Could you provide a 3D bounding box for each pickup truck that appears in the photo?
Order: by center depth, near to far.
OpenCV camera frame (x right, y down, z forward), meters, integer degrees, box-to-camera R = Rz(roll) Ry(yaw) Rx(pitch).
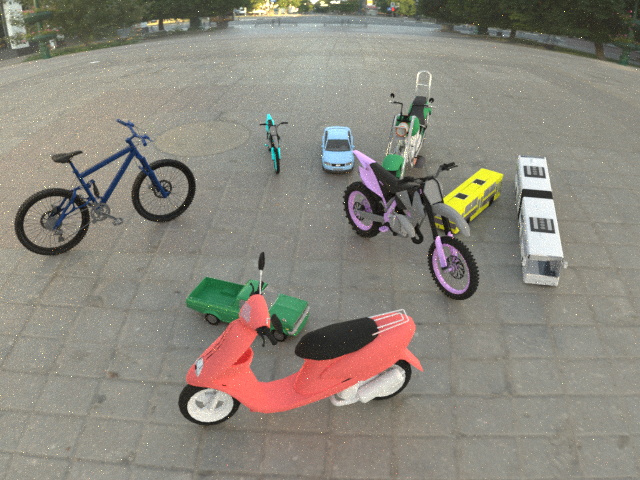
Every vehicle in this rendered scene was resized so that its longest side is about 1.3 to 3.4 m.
[{"bbox_3d":[-0.953,0.831,9.217,1.603,0.511,0.640,11,34,18],"label":"pickup truck"}]

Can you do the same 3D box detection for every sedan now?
[{"bbox_3d":[0.342,-1.801,13.467,0.635,0.483,1.613,0,32,1],"label":"sedan"}]

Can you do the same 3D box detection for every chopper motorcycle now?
[{"bbox_3d":[1.592,-1.954,12.771,0.906,1.480,3.040,10,33,15],"label":"chopper motorcycle"}]

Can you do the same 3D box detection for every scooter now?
[{"bbox_3d":[-0.192,1.163,7.478,2.721,1.786,1.288,-6,32,-10],"label":"scooter"}]

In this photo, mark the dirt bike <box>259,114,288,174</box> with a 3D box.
[{"bbox_3d":[-0.883,-1.882,13.244,0.527,0.857,1.493,-5,32,-9],"label":"dirt bike"}]

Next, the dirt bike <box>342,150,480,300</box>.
[{"bbox_3d":[1.251,-0.362,10.039,1.024,1.666,2.903,-20,37,-29],"label":"dirt bike"}]

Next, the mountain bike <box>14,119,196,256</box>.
[{"bbox_3d":[-3.237,-0.778,10.686,2.857,1.688,1.114,-20,37,-28],"label":"mountain bike"}]

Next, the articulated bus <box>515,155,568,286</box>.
[{"bbox_3d":[3.444,-0.423,11.182,0.605,0.561,3.401,6,32,9],"label":"articulated bus"}]

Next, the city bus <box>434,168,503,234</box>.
[{"bbox_3d":[2.480,-0.648,11.638,0.476,0.460,1.674,22,38,31],"label":"city bus"}]
